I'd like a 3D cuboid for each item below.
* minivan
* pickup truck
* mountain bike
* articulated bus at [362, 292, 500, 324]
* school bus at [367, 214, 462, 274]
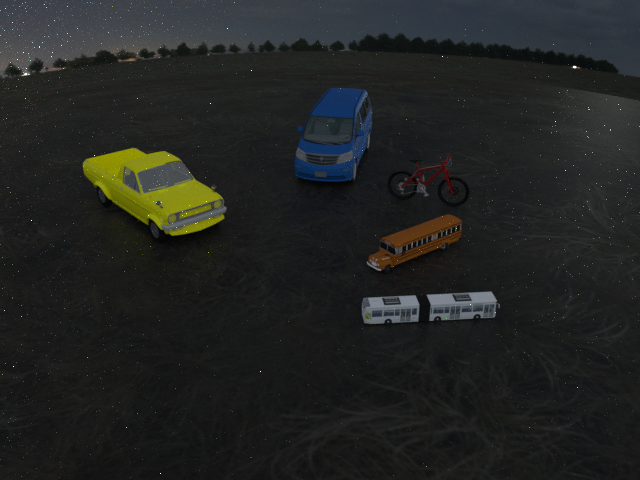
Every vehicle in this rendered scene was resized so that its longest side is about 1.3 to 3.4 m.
[{"bbox_3d":[0.322,-2.153,14.152,1.324,1.197,3.011,5,27,11],"label":"minivan"},{"bbox_3d":[-2.913,-0.964,12.009,1.244,0.993,3.117,-21,34,-36],"label":"pickup truck"},{"bbox_3d":[1.908,-1.053,12.325,1.469,0.868,0.573,9,28,17],"label":"mountain bike"},{"bbox_3d":[1.429,0.884,9.107,1.749,0.289,0.311,-2,27,-5],"label":"articulated bus"},{"bbox_3d":[1.443,0.045,10.617,1.708,0.434,0.365,-19,32,-33],"label":"school bus"}]
